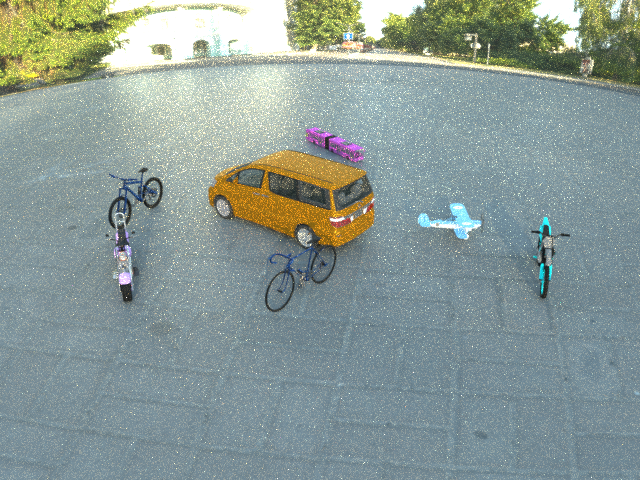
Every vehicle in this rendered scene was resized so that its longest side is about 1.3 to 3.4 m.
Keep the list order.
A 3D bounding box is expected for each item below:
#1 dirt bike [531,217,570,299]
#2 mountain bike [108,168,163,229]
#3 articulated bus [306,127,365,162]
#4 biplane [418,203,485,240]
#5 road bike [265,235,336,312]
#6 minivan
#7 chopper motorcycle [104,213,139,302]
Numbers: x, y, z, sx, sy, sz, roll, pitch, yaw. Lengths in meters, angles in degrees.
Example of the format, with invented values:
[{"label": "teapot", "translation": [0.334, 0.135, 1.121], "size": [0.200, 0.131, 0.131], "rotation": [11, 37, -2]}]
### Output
[{"label": "dirt bike", "translation": [3.289, 0.193, 10.206], "size": [0.527, 0.857, 1.493], "rotation": [6, 29, 12]}, {"label": "mountain bike", "translation": [-3.171, -0.786, 12.044], "size": [0.573, 0.868, 1.469], "rotation": [12, 30, 21]}, {"label": "articulated bus", "translation": [0.304, -2.071, 15.092], "size": [0.311, 0.289, 1.749], "rotation": [-19, 34, -32]}, {"label": "biplane", "translation": [2.151, -0.284, 11.484], "size": [1.090, 0.504, 1.336], "rotation": [1, 28, 2]}, {"label": "road bike", "translation": [-0.245, 0.413, 9.797], "size": [0.358, 0.852, 1.545], "rotation": [21, 34, 34]}, {"label": "minivan", "translation": [-0.564, -0.826, 11.768], "size": [3.011, 1.197, 1.324], "rotation": [20, 34, 33]}, {"label": "chopper motorcycle", "translation": [-2.876, 0.234, 10.231], "size": [0.466, 0.761, 1.563], "rotation": [-7, 29, -14]}]
